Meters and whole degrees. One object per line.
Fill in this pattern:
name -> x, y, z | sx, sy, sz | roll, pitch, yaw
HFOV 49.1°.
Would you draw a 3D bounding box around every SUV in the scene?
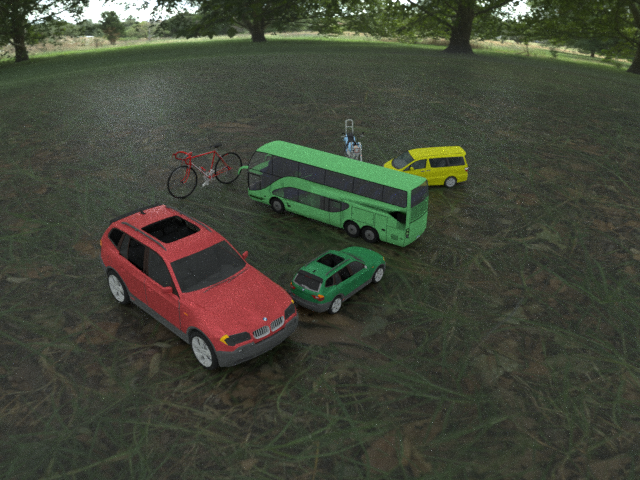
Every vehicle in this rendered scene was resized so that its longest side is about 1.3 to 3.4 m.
SUV -> -1.614, 0.454, 8.810 | 1.276, 1.128, 3.058 | -25, 37, -38
SUV -> 0.259, 0.436, 9.416 | 0.656, 0.580, 1.572 | 21, 35, 33

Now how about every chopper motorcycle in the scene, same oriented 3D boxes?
chopper motorcycle -> 0.629, -1.665, 13.086 | 0.466, 0.761, 1.563 | -3, 29, -5

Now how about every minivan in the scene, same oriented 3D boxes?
minivan -> 1.858, -1.306, 12.578 | 1.548, 0.616, 0.681 | -4, 29, -8

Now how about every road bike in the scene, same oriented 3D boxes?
road bike -> -2.002, -1.253, 12.234 | 1.545, 0.852, 0.358 | -22, 36, -35

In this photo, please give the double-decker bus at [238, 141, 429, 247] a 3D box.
double-decker bus -> 0.165, -0.803, 11.198 | 3.251, 1.052, 0.756 | 19, 34, 30
